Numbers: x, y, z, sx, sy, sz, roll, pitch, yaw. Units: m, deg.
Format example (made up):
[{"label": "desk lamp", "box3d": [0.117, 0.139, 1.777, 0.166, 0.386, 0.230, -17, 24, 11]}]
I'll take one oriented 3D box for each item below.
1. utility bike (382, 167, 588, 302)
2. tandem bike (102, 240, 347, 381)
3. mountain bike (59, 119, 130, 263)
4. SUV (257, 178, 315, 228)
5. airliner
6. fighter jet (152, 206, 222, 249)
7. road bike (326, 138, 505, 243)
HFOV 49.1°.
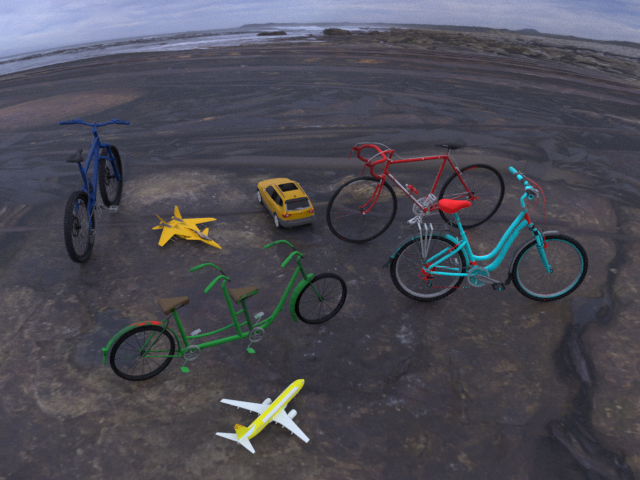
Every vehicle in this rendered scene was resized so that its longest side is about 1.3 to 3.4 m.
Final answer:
[{"label": "utility bike", "box3d": [2.241, -0.014, 9.414, 2.791, 1.839, 1.039, 0, 30, 0]}, {"label": "tandem bike", "box3d": [-1.060, 0.817, 8.494, 3.192, 1.326, 0.550, -15, 33, -24]}, {"label": "mountain bike", "box3d": [-3.580, -0.899, 11.089, 1.114, 1.688, 2.857, 0, 30, 0]}, {"label": "SUV", "box3d": [-0.597, -0.727, 11.896, 0.656, 0.580, 1.572, -11, 32, -18]}, {"label": "airliner", "box3d": [-0.537, 1.812, 7.673, 1.161, 0.429, 1.307, 17, 34, 27]}, {"label": "fighter jet", "box3d": [-2.045, -0.162, 11.215, 1.358, 0.286, 1.147, 23, 37, 34]}, {"label": "road bike", "box3d": [1.545, -0.789, 10.932, 3.004, 1.656, 0.697, -8, 31, -13]}]
